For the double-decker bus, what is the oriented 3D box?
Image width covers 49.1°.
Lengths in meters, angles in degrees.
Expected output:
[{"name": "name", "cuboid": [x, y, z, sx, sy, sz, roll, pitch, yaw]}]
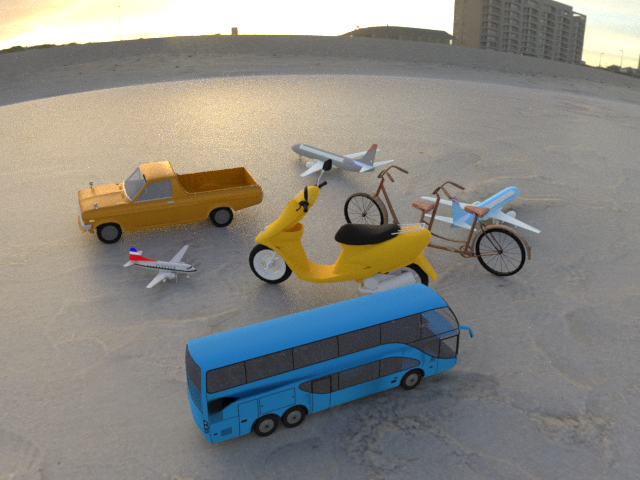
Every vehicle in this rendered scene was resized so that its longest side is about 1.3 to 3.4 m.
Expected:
[{"name": "double-decker bus", "cuboid": [0.155, 1.288, 7.770, 3.251, 1.052, 0.756, -12, 29, -23]}]

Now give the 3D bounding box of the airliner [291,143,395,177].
[{"name": "airliner", "cuboid": [0.252, -1.839, 14.361, 2.257, 0.835, 2.541, -23, 34, -38]}]

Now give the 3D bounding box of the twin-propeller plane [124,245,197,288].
[{"name": "twin-propeller plane", "cuboid": [-2.345, 0.341, 10.421, 1.095, 0.407, 1.370, 6, 27, 12]}]

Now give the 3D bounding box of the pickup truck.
[{"name": "pickup truck", "cuboid": [-2.585, -0.785, 12.045, 3.117, 0.993, 1.244, -9, 28, -18]}]

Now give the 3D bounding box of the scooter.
[{"name": "scooter", "cuboid": [0.279, -0.055, 9.666, 2.721, 1.786, 1.288, 7, 27, 13]}]

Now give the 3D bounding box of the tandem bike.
[{"name": "tandem bike", "cuboid": [1.717, -0.348, 10.781, 3.192, 1.326, 0.550, 17, 31, 31]}]

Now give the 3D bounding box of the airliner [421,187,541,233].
[{"name": "airliner", "cuboid": [2.878, -0.711, 12.073, 2.257, 0.835, 2.541, 21, 33, 36]}]
